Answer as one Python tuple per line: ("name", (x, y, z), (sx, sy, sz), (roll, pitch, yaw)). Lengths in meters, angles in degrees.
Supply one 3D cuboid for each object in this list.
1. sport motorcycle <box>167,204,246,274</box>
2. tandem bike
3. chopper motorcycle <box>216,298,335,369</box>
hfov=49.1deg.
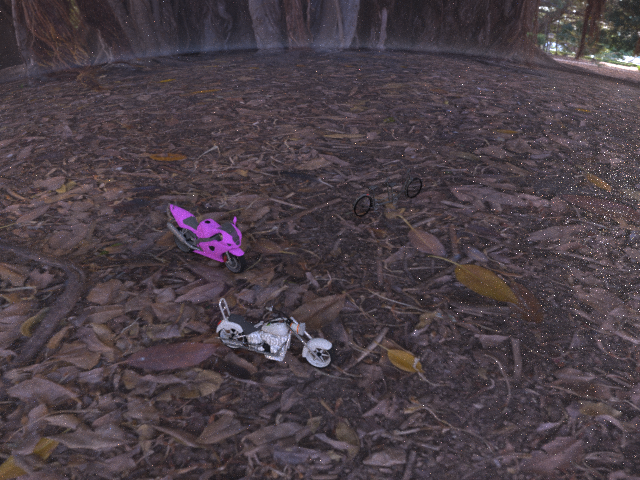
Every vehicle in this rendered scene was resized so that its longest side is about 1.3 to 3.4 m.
("sport motorcycle", (-1.732, -0.021, 10.786), (1.520, 0.821, 0.506), (20, 36, 31))
("tandem bike", (1.217, -0.886, 12.407), (1.642, 0.682, 0.283), (-20, 36, -31))
("chopper motorcycle", (-0.573, 1.174, 8.799), (1.563, 0.761, 0.466), (9, 31, 14))
